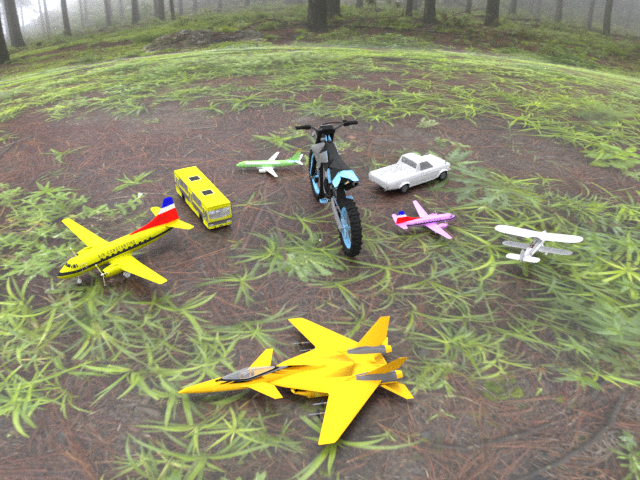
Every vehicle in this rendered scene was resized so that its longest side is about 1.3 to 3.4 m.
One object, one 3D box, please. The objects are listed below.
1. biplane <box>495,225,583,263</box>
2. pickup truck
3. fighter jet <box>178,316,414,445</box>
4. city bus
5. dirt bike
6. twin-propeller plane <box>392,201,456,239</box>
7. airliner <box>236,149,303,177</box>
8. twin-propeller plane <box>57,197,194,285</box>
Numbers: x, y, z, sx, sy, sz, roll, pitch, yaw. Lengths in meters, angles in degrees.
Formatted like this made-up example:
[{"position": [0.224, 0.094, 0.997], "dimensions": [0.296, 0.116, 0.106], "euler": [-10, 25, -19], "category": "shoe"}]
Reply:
[{"position": [3.217, 0.091, 10.615], "dimensions": [1.336, 0.504, 1.090], "euler": [20, 35, 30], "category": "biplane"}, {"position": [1.680, -1.296, 13.003], "dimensions": [1.603, 0.511, 0.640], "euler": [-19, 35, -30], "category": "pickup truck"}, {"position": [-0.329, 1.480, 8.162], "dimensions": [2.640, 0.557, 2.229], "euler": [-5, 30, -9], "category": "fighter jet"}, {"position": [-2.036, -0.734, 12.083], "dimensions": [0.476, 0.460, 1.674], "euler": [-15, 33, -25], "category": "city bus"}, {"position": [0.188, -1.004, 11.345], "dimensions": [1.024, 1.666, 2.903], "euler": [-7, 31, -12], "category": "dirt bike"}, {"position": [1.748, -0.361, 11.492], "dimensions": [1.095, 0.407, 1.370], "euler": [-9, 31, -15], "category": "twin-propeller plane"}, {"position": [-0.977, -1.559, 13.539], "dimensions": [1.307, 0.429, 1.161], "euler": [-1, 30, -1], "category": "airliner"}, {"position": [-2.973, 0.010, 10.468], "dimensions": [2.663, 0.792, 2.129], "euler": [25, 38, 36], "category": "twin-propeller plane"}]
